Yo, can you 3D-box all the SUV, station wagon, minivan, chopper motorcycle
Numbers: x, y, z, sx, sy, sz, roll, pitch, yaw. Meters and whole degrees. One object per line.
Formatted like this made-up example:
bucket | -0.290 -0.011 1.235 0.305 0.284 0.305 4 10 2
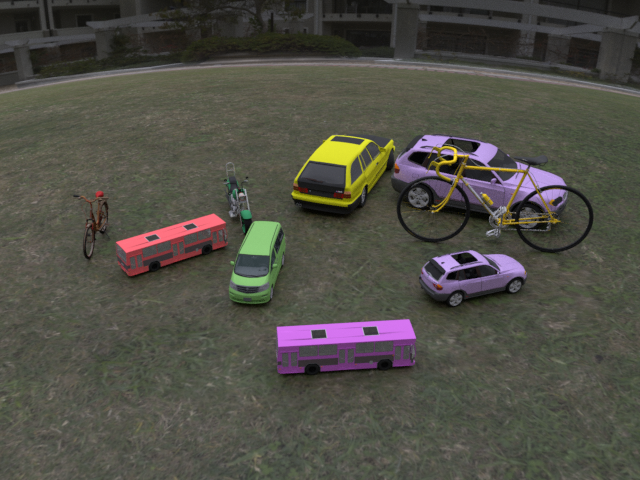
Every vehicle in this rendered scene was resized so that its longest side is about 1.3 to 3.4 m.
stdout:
SUV | 2.195 0.465 9.982 1.572 0.580 0.656 -10 30 -18
station wagon | 0.537 -1.485 13.221 1.327 0.920 3.105 10 30 18
minivan | -0.901 0.311 10.228 0.681 0.616 1.548 3 29 6
SUV | 2.786 -1.108 12.308 3.058 1.128 1.276 12 31 22
chopper motorcycle | -1.392 -0.720 11.977 0.466 0.761 1.563 -8 30 -15

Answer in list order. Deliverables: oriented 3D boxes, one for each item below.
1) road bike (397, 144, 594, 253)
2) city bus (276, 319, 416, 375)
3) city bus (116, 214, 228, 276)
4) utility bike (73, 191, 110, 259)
road bike | 2.703 -0.616 10.848 3.004 1.656 0.696 5 29 9
city bus | 0.307 1.315 8.539 1.674 0.460 0.476 -3 29 -5
city bus | -2.262 0.080 10.818 1.674 0.460 0.476 -19 34 -31
utility bike | -3.524 -0.362 11.123 0.535 0.946 1.435 -1 28 -1
